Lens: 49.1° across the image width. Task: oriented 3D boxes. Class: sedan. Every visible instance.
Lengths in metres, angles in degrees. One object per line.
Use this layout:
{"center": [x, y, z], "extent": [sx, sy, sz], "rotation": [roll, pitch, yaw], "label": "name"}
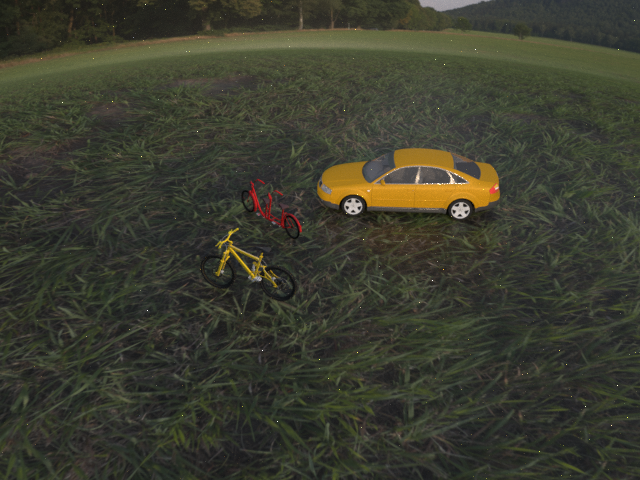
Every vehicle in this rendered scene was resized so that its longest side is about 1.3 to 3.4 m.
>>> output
{"center": [1.516, -1.042, 12.099], "extent": [3.137, 0.940, 1.235], "rotation": [2, 30, 4], "label": "sedan"}

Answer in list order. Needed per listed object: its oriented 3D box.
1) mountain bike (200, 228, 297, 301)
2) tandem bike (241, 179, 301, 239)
{"center": [-1.004, 0.383, 9.656], "extent": [1.469, 0.868, 0.573], "rotation": [10, 31, 17], "label": "mountain bike"}
{"center": [-0.828, -0.547, 11.485], "extent": [0.283, 0.682, 1.642], "rotation": [-22, 36, -34], "label": "tandem bike"}
